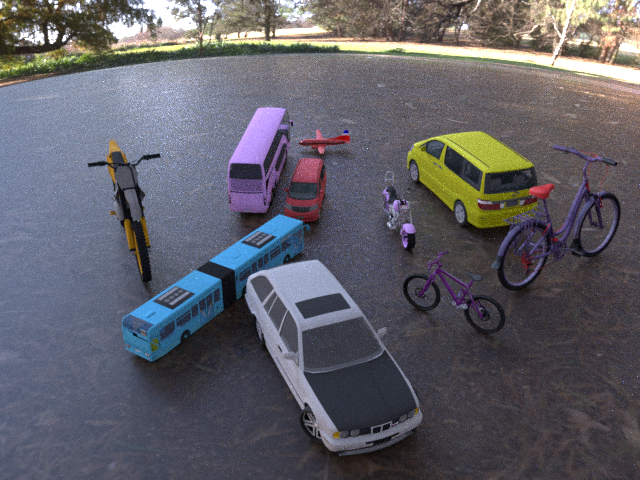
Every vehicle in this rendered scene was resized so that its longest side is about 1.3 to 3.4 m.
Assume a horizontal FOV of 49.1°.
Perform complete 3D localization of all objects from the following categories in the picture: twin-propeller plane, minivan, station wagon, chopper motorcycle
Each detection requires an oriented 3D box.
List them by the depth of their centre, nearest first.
[{"bbox_3d":[0.058,1.182,8.303,1.327,0.920,3.105,-11,31,-19],"label":"station wagon"},{"bbox_3d":[1.294,-0.498,11.469,0.466,0.761,1.563,-5,30,-8],"label":"chopper motorcycle"},{"bbox_3d":[-0.240,-0.888,12.315,0.681,0.616,1.548,3,29,6],"label":"minivan"},{"bbox_3d":[2.606,-1.260,12.386,1.324,1.197,3.011,-9,30,-16],"label":"minivan"},{"bbox_3d":[0.092,-2.108,14.711,1.095,0.407,1.370,-2,29,-3],"label":"twin-propeller plane"}]

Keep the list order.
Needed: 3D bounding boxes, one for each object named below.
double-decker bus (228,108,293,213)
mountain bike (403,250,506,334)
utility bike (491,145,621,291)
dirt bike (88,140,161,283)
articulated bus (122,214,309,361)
[{"bbox_3d":[-1.079,-1.592,13.128,0.756,1.052,3.251,3,29,5],"label":"double-decker bus"},{"bbox_3d":[1.756,0.700,9.218,1.469,0.868,0.573,19,34,30],"label":"mountain bike"},{"bbox_3d":[3.455,-0.371,10.139,2.791,1.839,1.039,-18,34,-29],"label":"utility bike"},{"bbox_3d":[-2.936,-0.604,10.732,1.024,1.666,2.903,-11,31,-19],"label":"dirt bike"},{"bbox_3d":[-1.329,0.550,9.800,0.605,0.561,3.401,17,34,28],"label":"articulated bus"}]
